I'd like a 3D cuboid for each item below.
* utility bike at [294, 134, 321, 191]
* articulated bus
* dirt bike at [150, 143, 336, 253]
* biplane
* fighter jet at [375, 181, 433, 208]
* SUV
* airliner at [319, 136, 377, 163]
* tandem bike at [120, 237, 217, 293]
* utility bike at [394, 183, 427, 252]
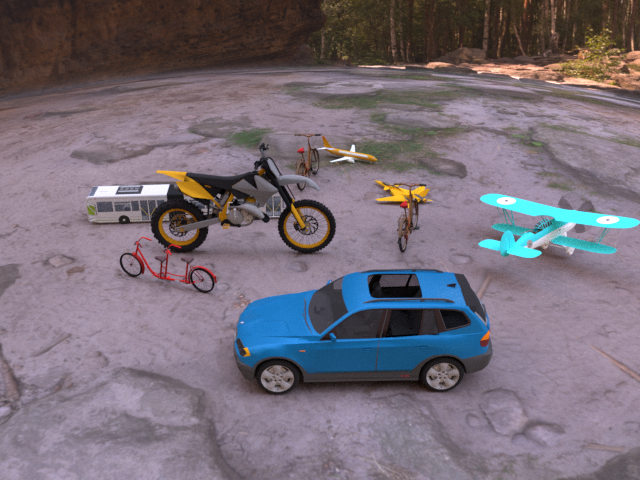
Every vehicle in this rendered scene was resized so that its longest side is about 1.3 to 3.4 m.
[{"bbox_3d":[-0.292,-1.565,13.557,0.535,0.946,1.435,8,28,15],"label":"utility bike"},{"bbox_3d":[-2.284,-0.661,12.208,3.401,0.561,0.605,-2,27,-4],"label":"articulated bus"},{"bbox_3d":[-1.200,-0.552,10.780,2.903,1.666,1.024,1,27,1],"label":"dirt bike"},{"bbox_3d":[3.351,-0.124,10.695,2.120,0.981,2.598,-22,34,-36],"label":"biplane"},{"bbox_3d":[1.450,-0.981,13.137,1.147,0.286,1.358,-17,32,-30],"label":"fighter jet"},{"bbox_3d":[0.497,1.003,8.325,3.058,1.128,1.276,-1,27,-1],"label":"SUV"},{"bbox_3d":[0.608,-1.902,14.784,1.307,0.429,1.161,13,30,23],"label":"airliner"},{"bbox_3d":[-2.220,0.350,10.094,1.642,0.682,0.283,10,29,19],"label":"tandem bike"},{"bbox_3d":[1.394,-0.431,11.335,0.535,0.946,1.435,9,28,16],"label":"utility bike"}]
